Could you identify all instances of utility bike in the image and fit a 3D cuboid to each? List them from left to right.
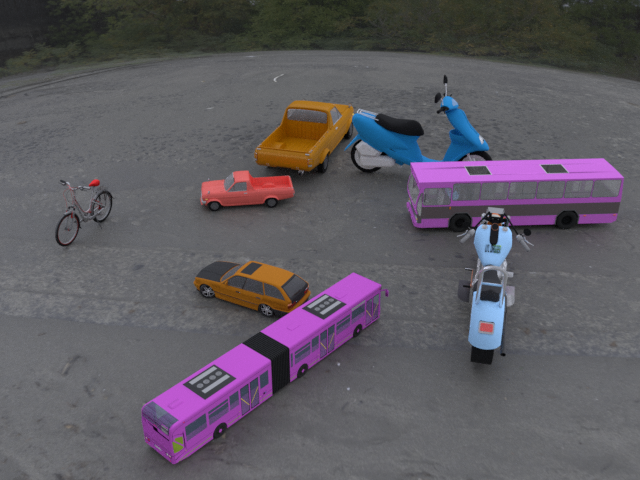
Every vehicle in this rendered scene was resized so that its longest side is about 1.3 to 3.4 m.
[{"bbox_3d":[-3.618,-0.530,10.872,0.535,0.946,1.435,11,31,18],"label":"utility bike"}]

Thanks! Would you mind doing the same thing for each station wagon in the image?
[{"bbox_3d":[-0.936,0.569,9.383,1.597,0.473,0.682,14,32,24],"label":"station wagon"}]

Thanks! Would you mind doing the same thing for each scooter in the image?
[{"bbox_3d":[1.787,-1.944,12.548,2.721,1.786,1.288,8,30,13],"label":"scooter"}]

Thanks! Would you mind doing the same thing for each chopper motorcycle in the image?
[{"bbox_3d":[2.168,0.281,8.866,0.906,1.480,3.040,7,30,12],"label":"chopper motorcycle"}]

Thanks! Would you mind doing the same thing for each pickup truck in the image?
[{"bbox_3d":[-1.247,-0.881,11.950,1.603,0.511,0.640,-4,29,-7],"label":"pickup truck"},{"bbox_3d":[-0.223,-2.146,13.726,1.244,0.993,3.117,9,30,15],"label":"pickup truck"}]

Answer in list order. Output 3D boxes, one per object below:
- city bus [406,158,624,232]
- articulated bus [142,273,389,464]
[{"bbox_3d":[3.081,-0.723,11.271,3.255,0.894,0.926,-2,29,-3],"label":"city bus"},{"bbox_3d":[-0.476,1.312,7.957,0.605,0.561,3.401,23,36,35],"label":"articulated bus"}]
